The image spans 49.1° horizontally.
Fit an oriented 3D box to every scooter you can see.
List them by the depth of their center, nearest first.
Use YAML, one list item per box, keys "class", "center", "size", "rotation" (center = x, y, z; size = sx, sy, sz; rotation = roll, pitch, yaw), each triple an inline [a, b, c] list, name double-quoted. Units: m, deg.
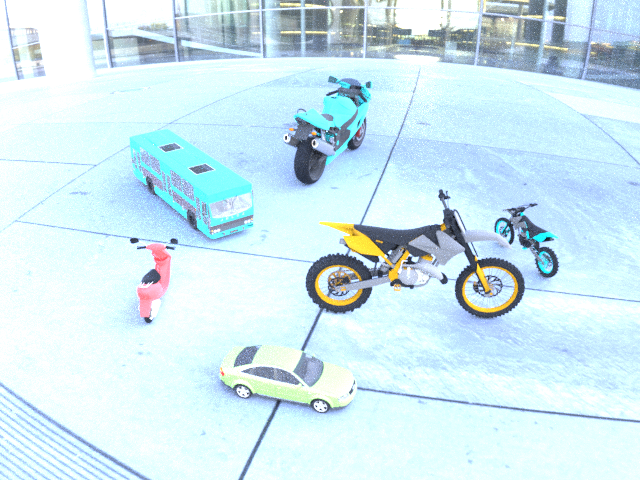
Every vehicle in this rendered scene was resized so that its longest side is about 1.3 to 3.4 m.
- class: "scooter"
  center: [-2.271, 0.458, 9.629]
  size: [0.662, 0.919, 1.399]
  rotation: [1, 29, 1]

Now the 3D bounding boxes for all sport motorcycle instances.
- class: "sport motorcycle"
  center: [0.263, -2.223, 13.848]
  size: [0.983, 1.596, 2.955]
  rotation: [14, 31, 24]

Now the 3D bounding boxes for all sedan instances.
- class: "sedan"
  center: [-0.369, 1.540, 8.096]
  size: [1.613, 0.483, 0.635]
  rotation: [8, 29, 14]

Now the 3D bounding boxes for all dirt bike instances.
- class: "dirt bike"
  center: [1.254, 0.281, 9.174]
  size: [2.903, 1.666, 1.024]
  rotation: [2, 29, 4]
- class: "dirt bike"
  center: [3.137, -0.069, 10.662]
  size: [0.527, 0.857, 1.493]
  rotation: [-12, 31, -20]

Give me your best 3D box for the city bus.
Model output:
- class: "city bus"
  center: [-2.340, -1.034, 12.396]
  size: [0.926, 0.894, 3.255]
  rotation: [-19, 34, -31]
